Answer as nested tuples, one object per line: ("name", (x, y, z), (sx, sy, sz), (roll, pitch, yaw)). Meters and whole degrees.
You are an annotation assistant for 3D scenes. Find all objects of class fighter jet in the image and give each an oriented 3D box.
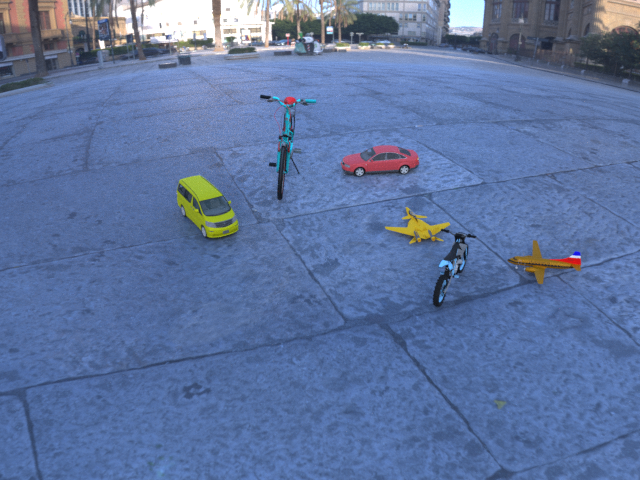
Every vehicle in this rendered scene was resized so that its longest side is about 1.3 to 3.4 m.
("fighter jet", (1.676, -0.360, 12.175), (1.147, 0.286, 1.358), (-4, 29, -8))

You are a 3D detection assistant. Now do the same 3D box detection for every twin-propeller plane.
("twin-propeller plane", (3.465, 0.309, 10.814), (1.095, 0.407, 1.370), (6, 29, 10))

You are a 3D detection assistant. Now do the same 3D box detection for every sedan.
("sedan", (1.230, -1.657, 14.363), (1.613, 0.483, 0.635), (-4, 29, -7))

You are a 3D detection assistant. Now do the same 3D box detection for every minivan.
("minivan", (-1.984, -0.591, 12.256), (0.681, 0.616, 1.548), (-16, 32, -27))

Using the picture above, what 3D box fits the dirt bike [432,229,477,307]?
("dirt bike", (1.948, 0.331, 10.301), (0.527, 0.857, 1.493), (14, 31, 24))

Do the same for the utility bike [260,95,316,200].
("utility bike", (-0.579, -2.018, 13.607), (1.039, 1.839, 2.791), (1, 28, 1))
